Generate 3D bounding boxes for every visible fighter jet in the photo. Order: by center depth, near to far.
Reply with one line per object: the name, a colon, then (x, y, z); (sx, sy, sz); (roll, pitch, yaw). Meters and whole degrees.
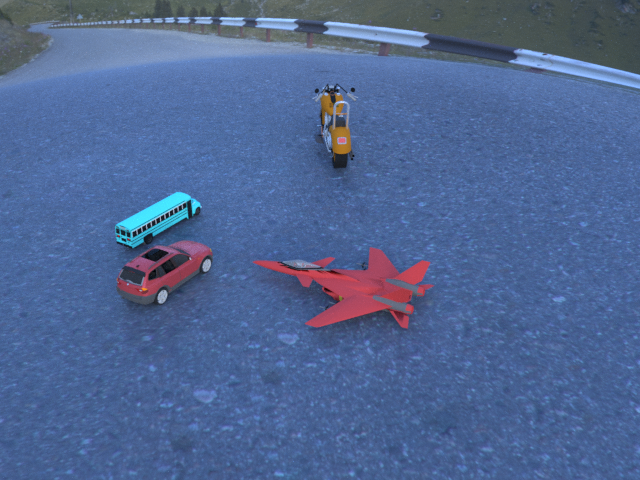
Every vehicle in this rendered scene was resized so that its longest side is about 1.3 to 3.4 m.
fighter jet: (0.184, 0.450, 9.850); (2.640, 0.557, 2.229); (13, 31, 22)

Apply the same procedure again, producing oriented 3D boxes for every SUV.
SUV: (-2.189, 0.368, 9.976); (0.656, 0.580, 1.572); (16, 33, 26)

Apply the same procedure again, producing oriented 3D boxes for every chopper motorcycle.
chopper motorcycle: (0.276, -2.546, 14.336); (0.906, 1.480, 3.040); (-3, 29, -5)

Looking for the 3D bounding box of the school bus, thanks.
school bus: (-2.600, -0.370, 11.468); (0.365, 0.434, 1.708); (16, 33, 27)
